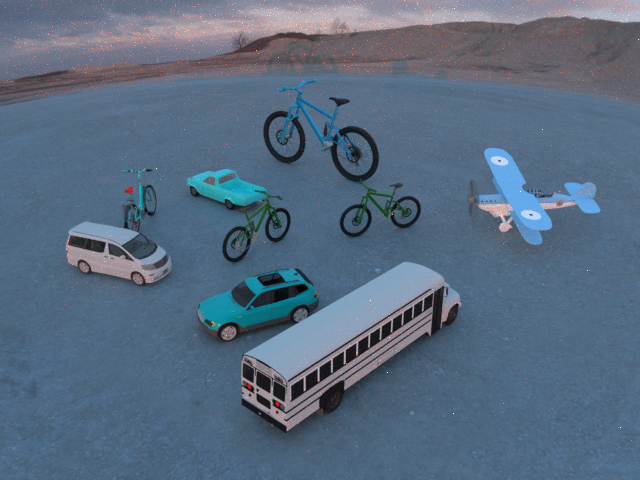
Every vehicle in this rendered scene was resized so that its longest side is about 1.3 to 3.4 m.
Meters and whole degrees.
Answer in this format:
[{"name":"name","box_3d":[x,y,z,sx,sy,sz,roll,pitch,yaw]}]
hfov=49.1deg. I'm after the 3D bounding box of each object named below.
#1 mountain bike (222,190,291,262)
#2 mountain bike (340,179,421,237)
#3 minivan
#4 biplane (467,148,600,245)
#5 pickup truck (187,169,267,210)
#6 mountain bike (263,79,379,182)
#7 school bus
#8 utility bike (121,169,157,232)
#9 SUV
[{"name":"mountain bike","box_3d":[-0.954,-0.226,10.740,0.573,0.868,1.469,20,32,35]},{"name":"mountain bike","box_3d":[0.997,-0.527,11.364,1.469,0.868,0.573,-10,28,-20]},{"name":"minivan","box_3d":[-2.927,0.176,10.198,1.548,0.616,0.681,10,27,20]},{"name":"biplane","box_3d":[3.474,-0.636,11.461,2.120,0.981,2.598,-2,26,-3]},{"name":"pickup truck","box_3d":[-1.709,-0.974,12.702,1.603,0.511,0.640,20,32,36]},{"name":"mountain bike","box_3d":[-0.035,-2.155,13.795,2.857,1.688,1.114,19,31,33]},{"name":"school bus","box_3d":[0.536,1.055,8.113,0.709,0.844,3.322,22,33,37]},{"name":"utility bike","box_3d":[-3.040,-0.673,11.578,0.535,0.946,1.435,3,26,6]},{"name":"SUV","box_3d":[-0.792,0.783,8.980,1.572,0.580,0.656,-12,28,-23]}]
